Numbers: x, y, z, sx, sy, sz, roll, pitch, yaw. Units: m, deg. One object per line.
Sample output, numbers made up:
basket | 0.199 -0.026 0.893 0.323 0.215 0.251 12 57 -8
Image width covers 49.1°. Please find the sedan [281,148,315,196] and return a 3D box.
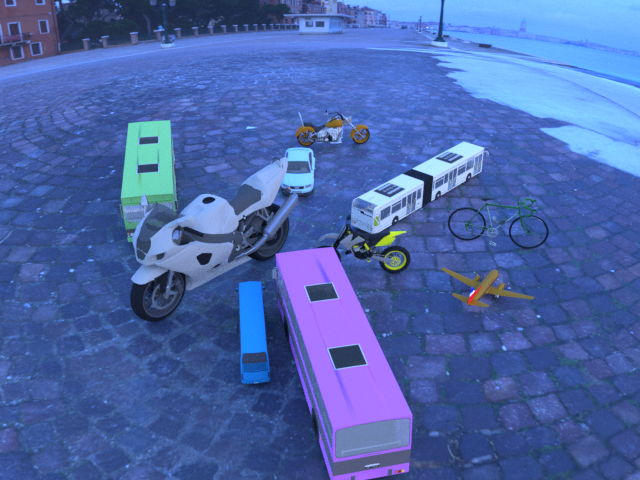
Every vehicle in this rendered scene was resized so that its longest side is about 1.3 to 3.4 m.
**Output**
sedan | -0.405 -1.340 13.070 0.635 0.483 1.613 0 30 0

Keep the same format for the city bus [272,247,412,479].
city bus | 0.152 1.307 8.155 0.926 0.894 3.255 -7 31 -11

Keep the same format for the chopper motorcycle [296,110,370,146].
chopper motorcycle | 0.267 -2.313 14.454 1.563 0.761 0.466 -6 31 -9

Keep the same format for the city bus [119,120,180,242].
city bus | -2.946 -1.089 12.236 0.926 0.894 3.255 -6 31 -10

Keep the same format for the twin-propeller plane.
twin-propeller plane | 2.295 0.620 9.805 1.370 0.407 1.095 19 35 29

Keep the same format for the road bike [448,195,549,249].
road bike | 2.786 -0.298 10.932 1.545 0.852 0.358 8 31 13

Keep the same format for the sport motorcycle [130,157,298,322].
sport motorcycle | -1.459 -0.053 9.779 0.983 1.596 2.955 23 38 34

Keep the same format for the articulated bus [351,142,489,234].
articulated bus | 1.823 -0.980 12.381 0.605 0.561 3.401 25 38 35

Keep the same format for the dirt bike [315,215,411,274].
dirt bike | 0.589 0.126 10.204 1.493 0.857 0.527 0 30 -1

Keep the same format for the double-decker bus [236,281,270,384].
double-decker bus | -0.851 1.104 8.849 0.389 0.541 1.672 -3 31 -6
